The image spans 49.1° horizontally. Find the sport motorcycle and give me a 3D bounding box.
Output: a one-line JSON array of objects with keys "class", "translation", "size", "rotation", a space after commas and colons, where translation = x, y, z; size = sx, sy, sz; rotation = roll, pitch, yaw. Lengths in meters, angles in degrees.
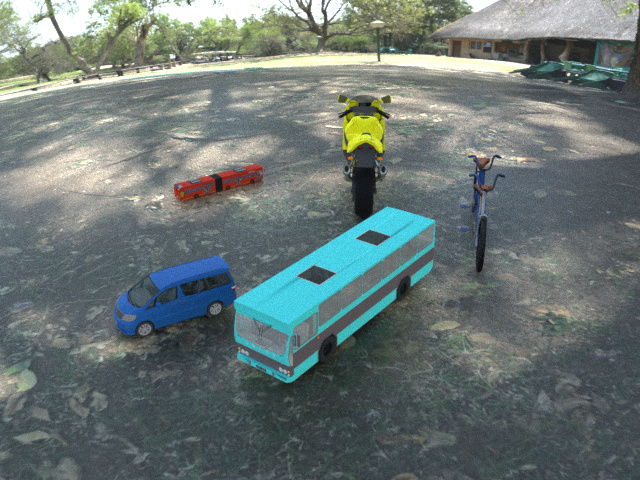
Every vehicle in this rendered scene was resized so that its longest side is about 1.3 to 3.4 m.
[{"class": "sport motorcycle", "translation": [0.775, -1.576, 12.382], "size": [0.983, 1.596, 2.955], "rotation": [1, 27, 2]}]

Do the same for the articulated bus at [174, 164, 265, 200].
[{"class": "articulated bus", "translation": [-1.822, -1.066, 12.822], "size": [1.749, 0.289, 0.311], "rotation": [-19, 32, -32]}]

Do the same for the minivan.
[{"class": "minivan", "translation": [-1.866, 0.701, 8.975], "size": [1.548, 0.616, 0.681], "rotation": [-15, 30, -27]}]

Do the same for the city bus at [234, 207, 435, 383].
[{"class": "city bus", "translation": [0.316, 0.592, 8.880], "size": [0.926, 0.894, 3.255], "rotation": [19, 32, 32]}]

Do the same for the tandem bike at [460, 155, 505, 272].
[{"class": "tandem bike", "translation": [2.519, -0.697, 10.946], "size": [0.550, 1.326, 3.192], "rotation": [5, 27, 9]}]
